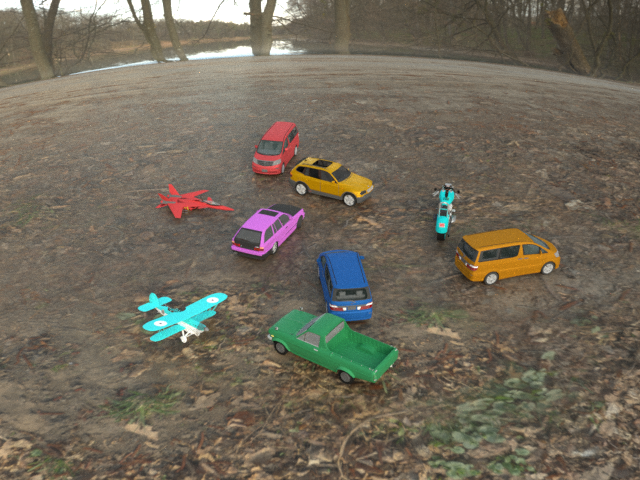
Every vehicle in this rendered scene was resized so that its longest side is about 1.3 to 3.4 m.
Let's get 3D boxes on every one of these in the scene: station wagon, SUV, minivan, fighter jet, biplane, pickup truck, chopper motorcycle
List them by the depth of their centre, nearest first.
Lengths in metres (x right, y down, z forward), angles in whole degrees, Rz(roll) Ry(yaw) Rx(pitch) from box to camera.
[{"bbox_3d":[0.138,1.237,8.502,1.603,0.511,0.640,18,34,30],"label":"pickup truck"},{"bbox_3d":[-1.806,0.971,8.986,1.090,0.504,1.336,20,35,32],"label":"biplane"},{"bbox_3d":[0.323,0.515,9.688,0.681,0.616,1.548,-3,29,-6],"label":"minivan"},{"bbox_3d":[2.783,0.187,10.276,1.548,0.616,0.681,-9,30,-15],"label":"minivan"},{"bbox_3d":[-0.797,-0.241,11.187,0.682,0.473,1.597,12,31,20],"label":"station wagon"},{"bbox_3d":[2.068,-0.580,11.501,0.466,0.761,1.563,7,30,12],"label":"chopper motorcycle"},{"bbox_3d":[-2.122,-0.685,12.176,1.358,0.286,1.147,8,30,15],"label":"fighter jet"},{"bbox_3d":[0.207,-1.087,12.595,1.572,0.580,0.656,15,32,24],"label":"SUV"},{"bbox_3d":[-0.871,-1.822,13.876,0.681,0.616,1.548,7,30,12],"label":"minivan"}]
